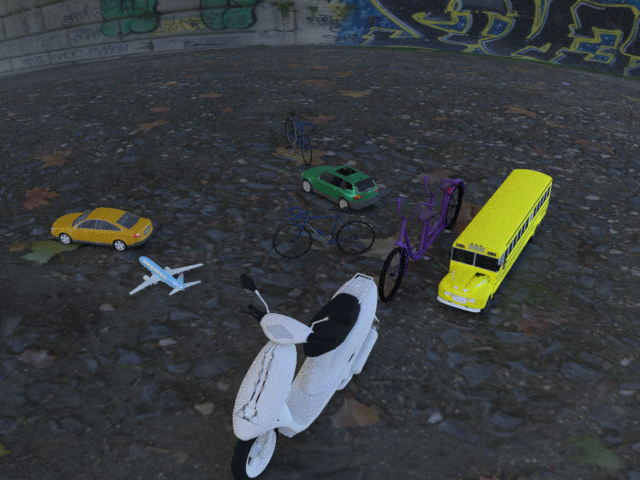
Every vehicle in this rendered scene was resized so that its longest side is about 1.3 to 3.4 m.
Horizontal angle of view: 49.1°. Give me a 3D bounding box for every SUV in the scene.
[{"bbox_3d":[0.330,-1.005,12.219,0.656,0.580,1.572,-24,37,-35],"label":"SUV"}]

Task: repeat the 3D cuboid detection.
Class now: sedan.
[{"bbox_3d":[-3.437,-0.226,10.968,1.613,0.483,0.635,6,31,11],"label":"sedan"}]

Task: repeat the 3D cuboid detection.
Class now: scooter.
[{"bbox_3d":[-0.088,1.136,7.308,1.288,1.786,2.721,17,34,27],"label":"scooter"}]

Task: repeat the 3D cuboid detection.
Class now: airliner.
[{"bbox_3d":[-2.251,0.406,9.927,1.161,0.429,1.307,-24,38,-35],"label":"airliner"}]

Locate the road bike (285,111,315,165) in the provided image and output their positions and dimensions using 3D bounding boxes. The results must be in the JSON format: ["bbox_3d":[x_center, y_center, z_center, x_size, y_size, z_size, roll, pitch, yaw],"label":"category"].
[{"bbox_3d":[-0.437,-2.062,13.778,0.358,0.852,1.545,-11,32,-18],"label":"road bike"}]

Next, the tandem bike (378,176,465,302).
[{"bbox_3d":[1.573,-0.285,10.228,0.550,1.326,3.192,16,34,25],"label":"tandem bike"}]

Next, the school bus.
[{"bbox_3d":[2.633,-0.058,10.317,0.709,0.844,3.322,16,34,26],"label":"school bus"}]

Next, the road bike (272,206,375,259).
[{"bbox_3d":[0.062,-0.114,10.405,1.545,0.852,0.358,-3,30,-6],"label":"road bike"}]
